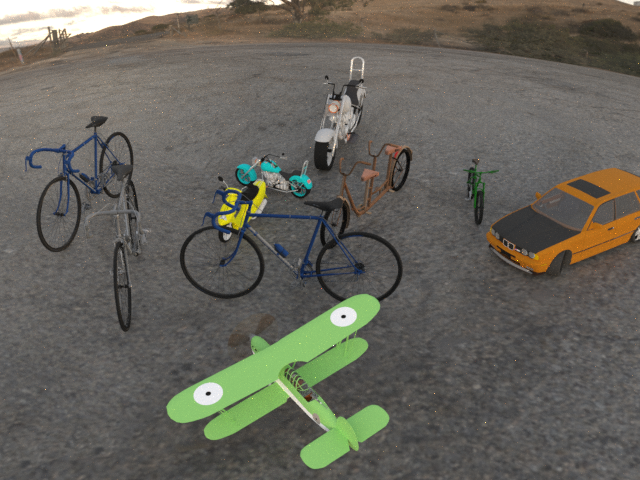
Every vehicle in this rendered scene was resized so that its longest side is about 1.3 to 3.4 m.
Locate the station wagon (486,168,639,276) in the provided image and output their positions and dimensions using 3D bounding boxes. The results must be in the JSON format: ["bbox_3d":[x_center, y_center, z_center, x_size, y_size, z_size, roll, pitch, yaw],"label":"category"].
[{"bbox_3d":[4.033,-0.384,10.867,3.105,0.920,1.327,-17,35,-27],"label":"station wagon"}]

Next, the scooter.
[{"bbox_3d":[-1.245,-0.614,11.259,0.662,0.919,1.399,14,33,23],"label":"scooter"}]

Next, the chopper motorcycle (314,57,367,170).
[{"bbox_3d":[0.419,-2.578,14.042,0.906,1.480,3.040,8,32,14],"label":"chopper motorcycle"}]

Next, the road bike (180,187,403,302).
[{"bbox_3d":[-0.402,0.139,9.255,3.004,1.656,0.697,3,31,4],"label":"road bike"}]

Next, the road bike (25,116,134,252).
[{"bbox_3d":[-3.744,-1.059,11.290,0.697,1.656,3.004,7,31,11],"label":"road bike"}]

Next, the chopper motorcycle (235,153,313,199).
[{"bbox_3d":[-0.838,-1.194,12.401,1.563,0.761,0.466,16,34,25],"label":"chopper motorcycle"}]

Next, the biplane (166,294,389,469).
[{"bbox_3d":[-0.258,1.595,7.448,2.598,0.981,2.120,-19,35,-29],"label":"biplane"}]

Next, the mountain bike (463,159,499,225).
[{"bbox_3d":[2.626,-0.895,11.788,0.573,0.868,1.469,2,31,3],"label":"mountain bike"}]

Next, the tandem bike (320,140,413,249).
[{"bbox_3d":[0.842,-0.986,11.490,0.550,1.326,3.192,17,35,26],"label":"tandem bike"}]

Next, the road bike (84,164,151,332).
[{"bbox_3d":[-2.668,-0.080,9.627,0.697,1.656,3.004,-5,31,-8],"label":"road bike"}]
